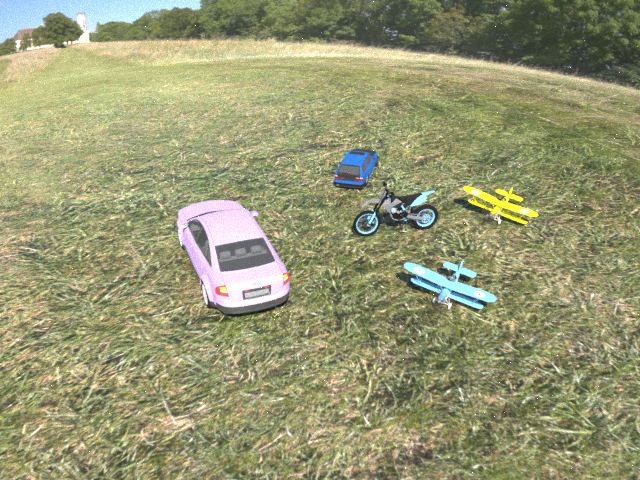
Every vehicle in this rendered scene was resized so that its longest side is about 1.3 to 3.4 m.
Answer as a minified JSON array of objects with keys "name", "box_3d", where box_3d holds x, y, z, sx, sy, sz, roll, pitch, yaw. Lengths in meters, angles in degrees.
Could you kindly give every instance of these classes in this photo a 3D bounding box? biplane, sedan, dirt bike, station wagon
[{"name":"biplane","box_3d":[1.870,0.636,9.922,1.336,0.504,1.090,14,32,23]},{"name":"sedan","box_3d":[-1.394,0.031,10.568,1.235,0.940,3.137,-11,31,-19]},{"name":"dirt bike","box_3d":[1.275,-0.494,11.606,1.493,0.857,0.527,-7,30,-12]},{"name":"station wagon","box_3d":[0.739,-1.514,13.854,0.682,0.473,1.597,8,30,13]},{"name":"biplane","box_3d":[3.168,-0.605,12.172,1.336,0.504,1.090,17,33,28]}]
